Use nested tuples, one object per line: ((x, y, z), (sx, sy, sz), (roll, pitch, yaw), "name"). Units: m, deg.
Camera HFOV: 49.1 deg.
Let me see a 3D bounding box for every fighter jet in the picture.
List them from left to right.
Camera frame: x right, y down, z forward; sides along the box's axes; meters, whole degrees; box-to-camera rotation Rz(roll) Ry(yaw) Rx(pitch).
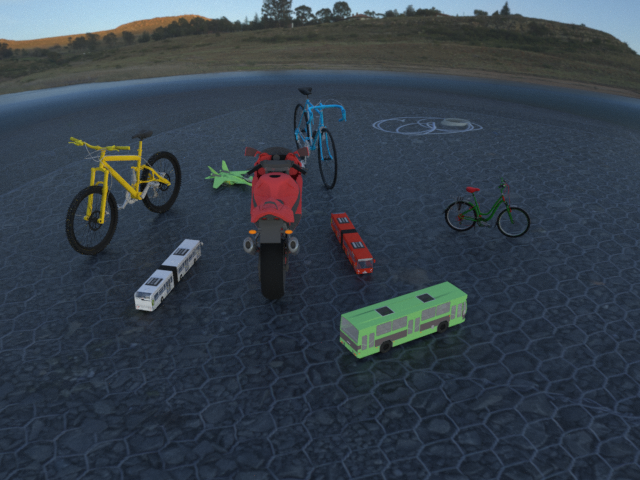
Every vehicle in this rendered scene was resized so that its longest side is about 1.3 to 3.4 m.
((-1.560, -1.220, 13.582), (1.358, 0.286, 1.147), (19, 32, 33), "fighter jet")

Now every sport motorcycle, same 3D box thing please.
((-0.651, -0.369, 10.338), (0.983, 1.596, 2.955), (0, 26, -1), "sport motorcycle")

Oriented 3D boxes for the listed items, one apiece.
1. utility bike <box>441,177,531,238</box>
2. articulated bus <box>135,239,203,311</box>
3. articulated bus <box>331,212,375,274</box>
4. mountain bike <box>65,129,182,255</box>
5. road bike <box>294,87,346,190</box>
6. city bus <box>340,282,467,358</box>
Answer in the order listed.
((2.730, -0.551, 11.455), (1.435, 0.946, 0.535), (8, 27, 16), "utility bike")
((-2.156, 0.474, 10.101), (0.311, 0.289, 1.749), (6, 27, 12), "articulated bus")
((0.482, 0.021, 11.030), (0.311, 0.289, 1.749), (-5, 26, -11), "articulated bus")
((-3.140, -0.926, 11.378), (1.114, 1.688, 2.857), (11, 28, 22), "mountain bike")
((-0.129, -2.138, 13.903), (0.697, 1.656, 3.004), (-7, 27, -15), "road bike")
((1.069, 1.006, 8.812), (1.674, 0.460, 0.476), (-14, 29, -27), "city bus")
